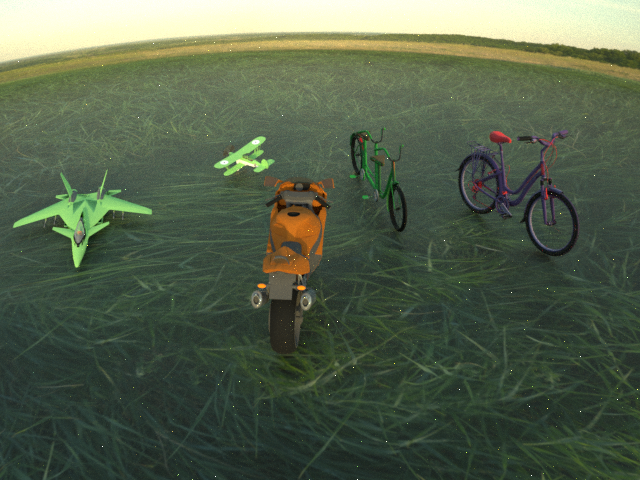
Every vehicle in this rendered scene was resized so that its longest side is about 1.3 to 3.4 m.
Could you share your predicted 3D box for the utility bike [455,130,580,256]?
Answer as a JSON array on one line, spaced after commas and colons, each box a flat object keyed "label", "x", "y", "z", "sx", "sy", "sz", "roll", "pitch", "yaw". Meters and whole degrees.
[{"label": "utility bike", "x": 3.220, "y": -1.003, "z": 11.307, "sx": 1.039, "sy": 1.839, "sz": 2.791, "roll": -16, "pitch": 34, "yaw": -26}]

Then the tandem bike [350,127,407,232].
[{"label": "tandem bike", "x": 0.998, "y": -1.330, "z": 12.393, "sx": 0.550, "sy": 1.326, "sz": 3.192, "roll": -7, "pitch": 31, "yaw": -12}]

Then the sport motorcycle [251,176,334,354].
[{"label": "sport motorcycle", "x": -0.351, "y": 0.200, "z": 9.453, "sx": 0.983, "sy": 1.596, "sz": 2.955, "roll": 2, "pitch": 30, "yaw": 4}]

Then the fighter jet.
[{"label": "fighter jet", "x": -3.920, "y": -0.381, "z": 11.511, "sx": 2.229, "sy": 0.557, "sz": 2.640, "roll": -6, "pitch": 30, "yaw": -11}]

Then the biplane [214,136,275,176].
[{"label": "biplane", "x": -1.415, "y": -1.533, "z": 13.572, "sx": 1.090, "sy": 0.504, "sz": 1.336, "roll": 22, "pitch": 36, "yaw": 33}]
